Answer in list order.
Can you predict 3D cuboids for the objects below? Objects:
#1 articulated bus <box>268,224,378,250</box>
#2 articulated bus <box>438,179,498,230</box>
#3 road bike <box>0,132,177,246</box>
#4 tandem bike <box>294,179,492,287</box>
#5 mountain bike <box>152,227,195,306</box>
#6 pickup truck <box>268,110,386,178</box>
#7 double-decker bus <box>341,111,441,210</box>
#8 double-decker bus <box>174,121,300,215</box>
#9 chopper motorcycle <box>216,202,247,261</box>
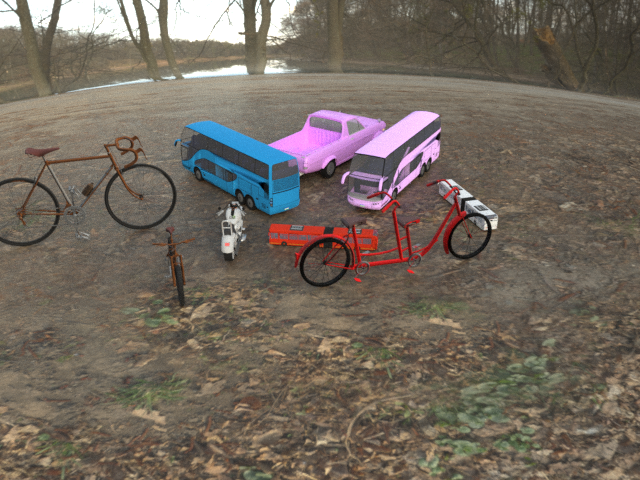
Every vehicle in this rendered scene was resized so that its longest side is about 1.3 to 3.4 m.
[{"bbox_3d":[0.044,-0.048,11.160,1.749,0.289,0.311,3,27,7],"label":"articulated bus"},{"bbox_3d":[2.583,-0.642,12.349,0.311,0.289,1.749,-8,28,-15],"label":"articulated bus"},{"bbox_3d":[-3.809,-0.789,11.114,3.004,1.656,0.696,-9,28,-17],"label":"road bike"},{"bbox_3d":[1.137,-0.109,10.121,3.192,1.326,0.550,-10,28,-18],"label":"tandem bike"},{"bbox_3d":[-2.043,0.286,9.843,0.573,0.868,1.469,-8,28,-15],"label":"mountain bike"},{"bbox_3d":[0.165,-2.094,14.470,1.244,0.993,3.117,17,31,31],"label":"pickup truck"},{"bbox_3d":[1.458,-1.543,13.300,0.756,1.052,3.251,13,29,25],"label":"double-decker bus"},{"bbox_3d":[-1.591,-1.420,13.054,0.756,1.052,3.251,-20,33,-35],"label":"double-decker bus"},{"bbox_3d":[-1.369,-0.261,11.059,0.466,0.761,1.563,0,27,0],"label":"chopper motorcycle"}]
